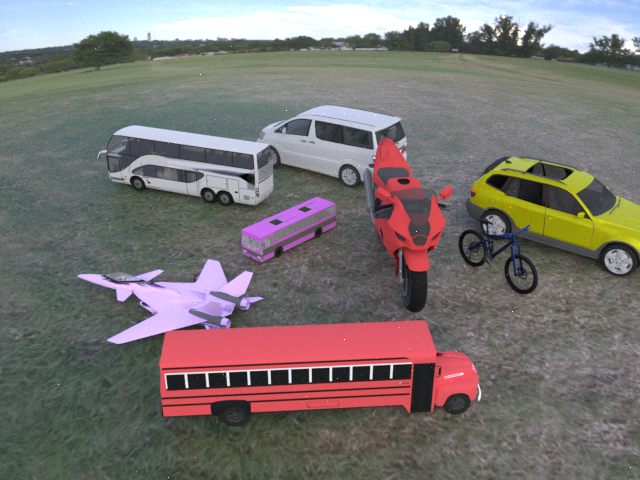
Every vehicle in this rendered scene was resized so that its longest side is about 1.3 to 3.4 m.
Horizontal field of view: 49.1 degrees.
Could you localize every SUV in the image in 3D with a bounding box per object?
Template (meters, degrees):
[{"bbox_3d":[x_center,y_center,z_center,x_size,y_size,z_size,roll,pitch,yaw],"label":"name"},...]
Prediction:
[{"bbox_3d":[3.767,-0.468,10.645,3.058,1.128,1.276,19,33,33],"label":"SUV"}]

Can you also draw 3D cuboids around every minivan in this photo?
[{"bbox_3d":[0.152,-1.925,13.448,3.011,1.197,1.324,17,32,30],"label":"minivan"}]

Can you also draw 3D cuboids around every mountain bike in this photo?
[{"bbox_3d":[2.457,0.153,9.706,0.573,0.868,1.469,-16,31,-29],"label":"mountain bike"}]

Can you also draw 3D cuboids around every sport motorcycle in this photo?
[{"bbox_3d":[1.127,-0.299,9.792,0.983,1.596,2.955,-2,27,-4],"label":"sport motorcycle"}]

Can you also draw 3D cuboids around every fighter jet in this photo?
[{"bbox_3d":[-2.175,0.590,9.187,2.640,0.557,2.229,12,29,22],"label":"fighter jet"}]

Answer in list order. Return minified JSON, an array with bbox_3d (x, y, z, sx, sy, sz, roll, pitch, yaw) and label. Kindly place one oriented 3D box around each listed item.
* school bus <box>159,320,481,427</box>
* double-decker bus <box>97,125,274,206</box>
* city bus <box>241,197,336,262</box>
[{"bbox_3d":[0.036,1.362,7.343,3.322,0.844,0.709,-2,27,-4],"label":"school bus"},{"bbox_3d":[-2.398,-1.352,12.476,3.251,1.052,0.756,10,29,20],"label":"double-decker bus"},{"bbox_3d":[-0.454,-0.165,10.785,0.476,0.460,1.674,22,34,37],"label":"city bus"}]
